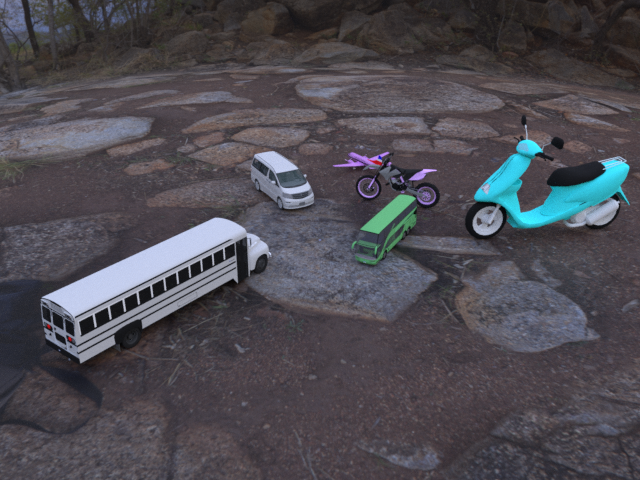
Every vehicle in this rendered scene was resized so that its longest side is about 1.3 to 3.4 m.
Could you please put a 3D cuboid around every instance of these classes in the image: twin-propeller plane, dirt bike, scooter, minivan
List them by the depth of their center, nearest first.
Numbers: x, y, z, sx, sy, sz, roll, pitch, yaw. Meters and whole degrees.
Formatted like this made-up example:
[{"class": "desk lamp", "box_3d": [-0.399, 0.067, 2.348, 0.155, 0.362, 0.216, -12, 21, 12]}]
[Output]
[{"class": "scooter", "box_3d": [3.585, -0.912, 10.810, 2.721, 1.786, 1.288, -5, 27, -10]}, {"class": "dirt bike", "box_3d": [1.335, -1.011, 12.043, 1.493, 0.857, 0.527, 8, 28, 16]}, {"class": "minivan", "box_3d": [-0.680, -1.063, 12.417, 0.681, 0.616, 1.548, -14, 30, -26]}, {"class": "twin-propeller plane", "box_3d": [0.877, -1.583, 13.684, 1.370, 0.407, 1.095, -17, 31, -31]}]

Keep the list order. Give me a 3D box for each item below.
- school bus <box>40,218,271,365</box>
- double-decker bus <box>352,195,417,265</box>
[{"class": "school bus", "box_3d": [-1.928, 0.494, 9.058, 0.709, 0.844, 3.322, 19, 32, 33]}, {"class": "double-decker bus", "box_3d": [1.025, -0.162, 10.703, 0.389, 0.541, 1.672, 14, 30, 25]}]
